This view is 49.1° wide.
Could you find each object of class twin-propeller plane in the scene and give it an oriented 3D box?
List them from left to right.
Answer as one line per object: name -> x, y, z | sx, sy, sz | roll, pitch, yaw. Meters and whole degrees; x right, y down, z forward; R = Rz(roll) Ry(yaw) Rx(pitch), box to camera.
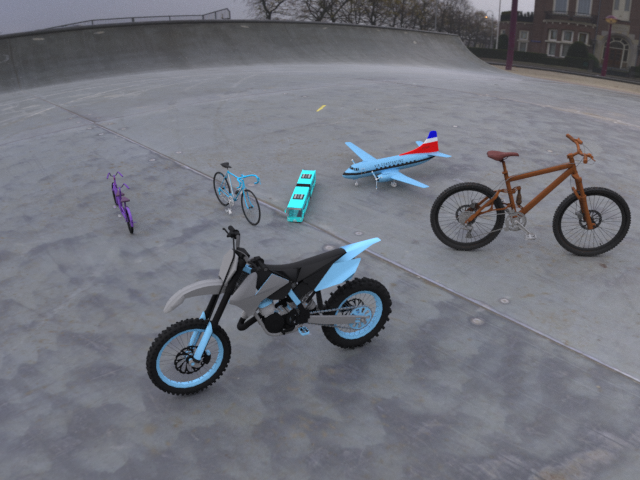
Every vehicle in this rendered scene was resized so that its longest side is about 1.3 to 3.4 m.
twin-propeller plane -> 1.339, -1.507, 12.932 | 2.129, 0.792, 2.663 | -14, 30, -25

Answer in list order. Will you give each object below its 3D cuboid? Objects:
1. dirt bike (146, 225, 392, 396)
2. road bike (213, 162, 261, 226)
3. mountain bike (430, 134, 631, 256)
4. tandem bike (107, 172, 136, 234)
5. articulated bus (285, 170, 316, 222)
dirt bike -> -0.467, 0.716, 7.568 | 2.903, 1.666, 1.024 | -12, 29, -23
road bike -> -1.388, -0.808, 11.484 | 0.358, 0.852, 1.545 | -18, 32, -31
mountain bike -> 3.046, -0.563, 10.075 | 2.857, 1.688, 1.114 | 3, 27, 5
tandem bike -> -3.232, -0.656, 11.372 | 0.283, 0.682, 1.642 | -12, 29, -22
articulated bus -> -0.306, -0.786, 12.065 | 0.311, 0.289, 1.749 | 3, 27, 6
